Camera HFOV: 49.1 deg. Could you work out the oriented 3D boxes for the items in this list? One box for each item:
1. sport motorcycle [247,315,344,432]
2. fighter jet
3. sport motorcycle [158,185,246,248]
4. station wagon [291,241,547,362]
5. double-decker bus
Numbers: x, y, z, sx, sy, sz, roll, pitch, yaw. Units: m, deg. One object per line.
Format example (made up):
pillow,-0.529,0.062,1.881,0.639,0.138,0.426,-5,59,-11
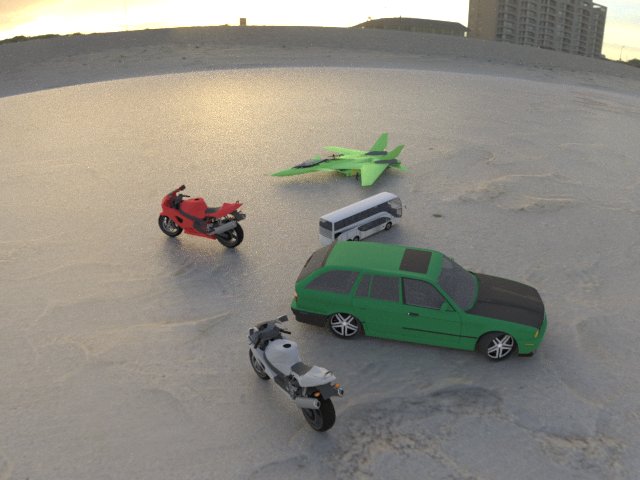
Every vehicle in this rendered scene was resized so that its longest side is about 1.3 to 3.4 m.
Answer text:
sport motorcycle,-0.323,1.383,7.396,0.506,0.821,1.520,-19,32,-33
fighter jet,0.294,-1.557,13.520,2.640,0.557,2.229,-9,28,-17
sport motorcycle,-1.853,-0.340,10.814,1.520,0.821,0.506,10,28,18
station wagon,1.237,0.658,8.722,3.105,0.920,1.327,7,28,13
double-decker bus,0.681,-0.322,11.089,1.672,0.541,0.389,-23,35,-38
